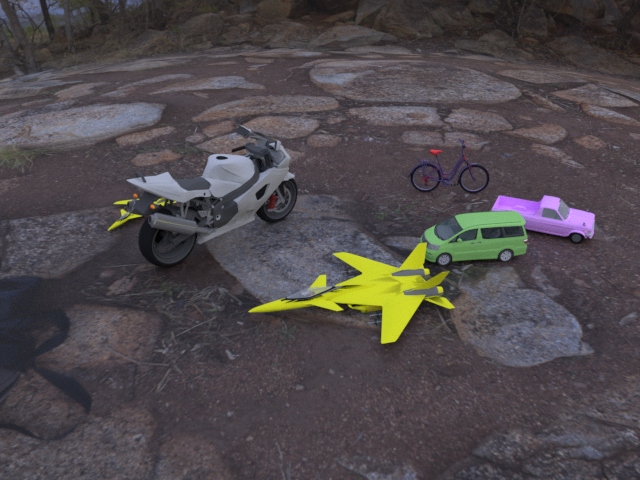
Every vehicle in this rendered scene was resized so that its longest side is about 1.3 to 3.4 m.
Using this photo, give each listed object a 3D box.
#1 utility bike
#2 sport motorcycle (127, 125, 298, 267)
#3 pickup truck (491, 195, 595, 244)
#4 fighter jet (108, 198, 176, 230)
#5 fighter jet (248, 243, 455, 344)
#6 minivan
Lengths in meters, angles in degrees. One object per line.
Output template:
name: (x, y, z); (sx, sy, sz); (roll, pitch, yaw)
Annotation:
utility bike: (2.270, -1.295, 12.312); (1.435, 0.946, 0.535); (2, 29, 3)
sport motorcycle: (-1.483, -0.667, 10.513); (2.955, 1.596, 0.983); (-24, 37, -36)
pickup truck: (3.557, -0.409, 11.165); (1.603, 0.511, 0.640); (12, 31, 21)
fighter jet: (-3.044, -0.520, 11.596); (1.147, 0.286, 1.358); (15, 32, 25)
fighter jet: (0.352, 0.618, 9.270); (2.640, 0.557, 2.229); (-7, 30, -13)
minivan: (2.274, -0.053, 10.416); (1.548, 0.616, 0.681); (-3, 29, -6)
